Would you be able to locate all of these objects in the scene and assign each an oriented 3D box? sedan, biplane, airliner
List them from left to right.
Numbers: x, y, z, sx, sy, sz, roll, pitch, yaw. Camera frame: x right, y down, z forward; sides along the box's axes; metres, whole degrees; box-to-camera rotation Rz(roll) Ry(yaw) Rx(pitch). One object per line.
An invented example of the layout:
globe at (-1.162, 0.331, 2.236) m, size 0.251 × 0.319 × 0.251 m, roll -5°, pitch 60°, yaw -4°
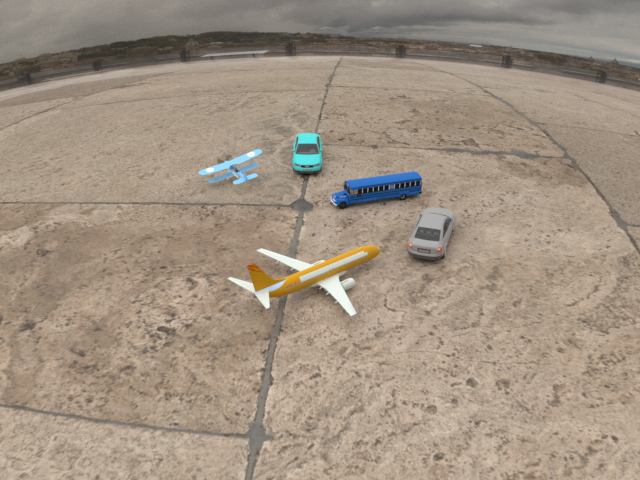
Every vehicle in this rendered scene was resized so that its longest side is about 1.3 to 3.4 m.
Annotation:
biplane at (-1.652, -1.324, 13.568) m, size 1.336 × 0.504 × 1.090 m, roll -16°, pitch 33°, yaw -26°
sedan at (-0.257, -1.858, 14.538) m, size 0.635 × 0.483 × 1.613 m, roll 0°, pitch 29°, yaw 0°
airliner at (-0.024, 0.330, 10.292) m, size 2.541 × 0.835 × 2.257 m, roll -22°, pitch 36°, yaw -33°
sedan at (1.865, -0.189, 11.572) m, size 0.635 × 0.483 × 1.613 m, roll 9°, pitch 31°, yaw 16°

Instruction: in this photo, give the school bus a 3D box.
school bus at (1.040, -0.932, 12.943) m, size 1.708 × 0.434 × 0.365 m, roll -9°, pitch 31°, yaw -16°
